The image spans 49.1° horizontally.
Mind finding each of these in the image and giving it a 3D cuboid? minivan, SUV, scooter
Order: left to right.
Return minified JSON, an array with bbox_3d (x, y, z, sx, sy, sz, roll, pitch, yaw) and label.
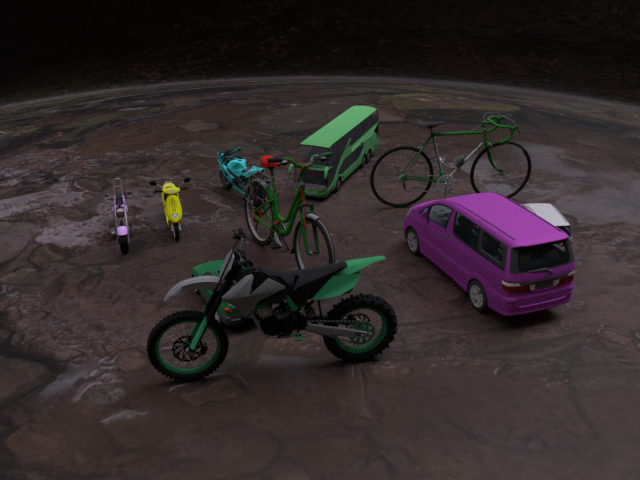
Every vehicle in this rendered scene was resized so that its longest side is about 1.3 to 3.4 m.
[{"bbox_3d":[-2.487,-0.641,11.745,0.662,0.919,1.399,-7,26,-14],"label":"scooter"},{"bbox_3d":[-1.264,0.618,9.507,0.656,0.580,1.572,-12,28,-24],"label":"SUV"},{"bbox_3d":[2.314,-0.024,10.136,1.324,1.197,3.011,-10,27,-19],"label":"minivan"},{"bbox_3d":[3.537,-0.262,11.305,0.681,0.616,1.548,-1,26,-2],"label":"minivan"}]

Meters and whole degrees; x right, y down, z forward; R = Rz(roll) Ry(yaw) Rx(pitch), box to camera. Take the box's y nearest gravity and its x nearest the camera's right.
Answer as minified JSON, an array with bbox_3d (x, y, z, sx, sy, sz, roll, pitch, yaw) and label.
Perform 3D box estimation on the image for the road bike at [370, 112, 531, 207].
[{"bbox_3d":[2.371,-1.401,12.478,3.004,1.656,0.696,-4,26,-8],"label":"road bike"}]

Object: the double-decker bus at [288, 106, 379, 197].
[{"bbox_3d":[0.380,-1.797,14.002,0.756,1.052,3.251,10,27,20],"label":"double-decker bus"}]

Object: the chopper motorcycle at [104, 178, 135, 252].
[{"bbox_3d":[-3.268,-0.421,11.468,0.466,0.761,1.563,-7,27,-15],"label":"chopper motorcycle"}]

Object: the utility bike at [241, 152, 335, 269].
[{"bbox_3d":[-0.455,-0.521,10.430,1.039,1.839,2.791,-15,29,-28],"label":"utility bike"}]

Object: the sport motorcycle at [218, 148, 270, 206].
[{"bbox_3d":[-1.458,-1.179,12.981,0.506,0.821,1.520,-18,31,-33],"label":"sport motorcycle"}]

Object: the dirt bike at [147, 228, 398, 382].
[{"bbox_3d":[-0.506,0.789,7.895,2.903,1.666,1.024,-5,26,-10],"label":"dirt bike"}]
